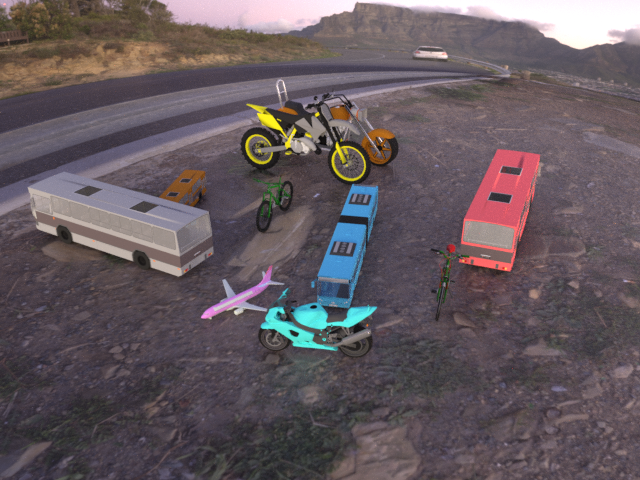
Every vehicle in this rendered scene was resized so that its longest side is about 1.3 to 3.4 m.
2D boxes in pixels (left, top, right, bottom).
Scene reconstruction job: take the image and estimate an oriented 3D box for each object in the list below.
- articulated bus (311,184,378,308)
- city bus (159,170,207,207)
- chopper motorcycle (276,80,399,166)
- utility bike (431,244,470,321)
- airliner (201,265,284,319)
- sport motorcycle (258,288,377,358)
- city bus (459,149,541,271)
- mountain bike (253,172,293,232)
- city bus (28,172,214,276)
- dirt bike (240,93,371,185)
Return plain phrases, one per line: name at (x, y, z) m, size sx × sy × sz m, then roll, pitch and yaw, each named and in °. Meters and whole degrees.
articulated bus at (0.499, -0.015, 11.327) m, size 0.605 × 0.561 × 3.401 m, roll 5°, pitch 28°, yaw 10°
city bus at (-2.551, -0.757, 12.827) m, size 0.476 × 0.460 × 1.674 m, roll 5°, pitch 28°, yaw 10°
chopper motorcycle at (0.275, -2.534, 15.077) m, size 3.040 × 1.480 × 0.906 m, roll 15°, pitch 32°, yaw 26°
utility bike at (1.833, 0.485, 9.980) m, size 0.535 × 0.946 × 1.435 m, roll 7°, pitch 29°, yaw 13°
airliner at (-1.162, 0.759, 10.014) m, size 1.307 × 0.429 × 1.161 m, roll -23°, pitch 36°, yaw -37°
sport motorcycle at (-0.048, 1.111, 8.936) m, size 1.520 × 0.821 × 0.506 m, roll 3°, pitch 28°, yaw 6°
city bus at (3.134, -0.564, 12.002) m, size 0.926 × 0.894 × 3.255 m, roll 11°, pitch 30°, yaw 19°
mountain bike at (-0.793, -0.744, 12.369) m, size 0.573 × 0.868 × 1.469 m, roll 11°, pitch 30°, yaw 19°
city bus at (-3.294, -0.275, 11.460) m, size 3.255 × 0.894 × 0.926 m, roll 15°, pitch 32°, yaw 26°
dirt bike at (-0.323, -2.033, 13.939) m, size 2.903 × 1.666 × 1.024 m, roll 12°, pitch 30°, yaw 22°
